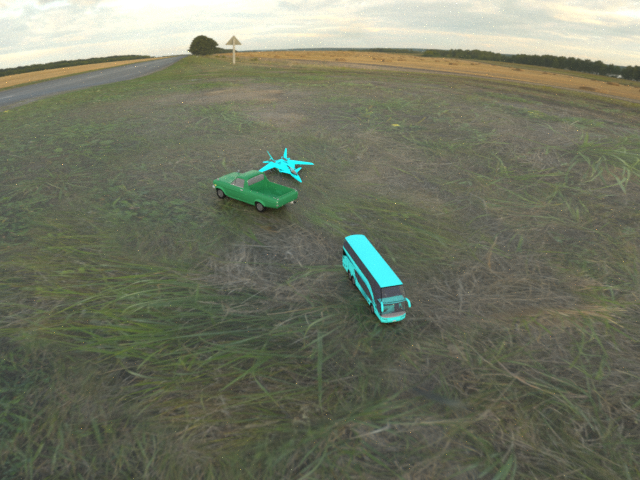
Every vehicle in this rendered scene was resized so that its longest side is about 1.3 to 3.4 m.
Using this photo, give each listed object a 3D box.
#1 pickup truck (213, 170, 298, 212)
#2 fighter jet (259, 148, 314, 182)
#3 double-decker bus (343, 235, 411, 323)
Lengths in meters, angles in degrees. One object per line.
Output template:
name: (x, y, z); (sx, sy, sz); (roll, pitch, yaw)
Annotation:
pickup truck: (-1.155, -0.915, 12.315); (1.603, 0.511, 0.640); (19, 32, 34)
fighter jet: (-0.618, -1.434, 13.610); (1.147, 0.286, 1.358); (-11, 28, -21)
double-decker bus: (0.713, 0.509, 9.417); (0.389, 0.541, 1.672); (-7, 27, -15)
